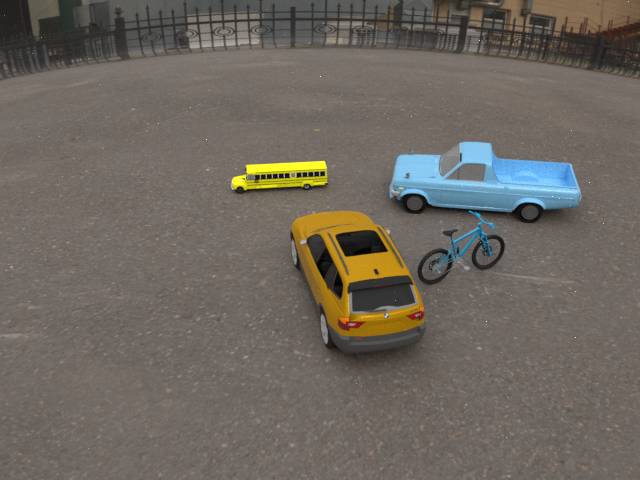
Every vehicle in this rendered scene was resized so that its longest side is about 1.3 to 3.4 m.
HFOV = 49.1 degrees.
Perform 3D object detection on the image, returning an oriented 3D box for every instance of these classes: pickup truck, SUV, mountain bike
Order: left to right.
[{"bbox_3d":[0.429,0.316,9.332,1.276,1.128,3.058,-7,31,-11],"label":"SUV"},{"bbox_3d":[2.026,0.141,9.889,1.469,0.868,0.573,-13,33,-21],"label":"mountain bike"},{"bbox_3d":[2.748,-1.056,11.814,3.117,0.993,1.244,5,31,8],"label":"pickup truck"}]

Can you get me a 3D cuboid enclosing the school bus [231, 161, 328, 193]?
[{"bbox_3d":[-0.730,-1.129,12.492,1.708,0.434,0.365,-4,31,-6],"label":"school bus"}]
